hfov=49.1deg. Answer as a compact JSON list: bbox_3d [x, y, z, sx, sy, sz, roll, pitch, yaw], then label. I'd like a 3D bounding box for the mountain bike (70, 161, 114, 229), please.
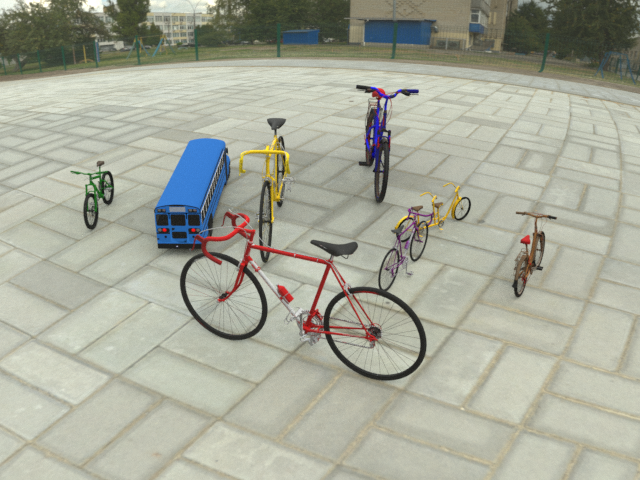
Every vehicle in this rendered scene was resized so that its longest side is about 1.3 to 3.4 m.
[{"bbox_3d":[-3.539,-0.795,11.159,0.573,0.868,1.469,0,28,1],"label":"mountain bike"}]

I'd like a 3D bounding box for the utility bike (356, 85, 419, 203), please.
[{"bbox_3d":[1.095,-1.890,12.194,1.039,1.839,2.791,-1,28,-2],"label":"utility bike"}]

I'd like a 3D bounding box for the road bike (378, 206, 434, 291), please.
[{"bbox_3d":[1.156,0.093,9.494,0.358,0.852,1.545,16,32,28],"label":"road bike"}]

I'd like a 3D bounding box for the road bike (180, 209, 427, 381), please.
[{"bbox_3d":[-0.277,0.614,7.644,3.004,1.656,0.697,12,30,21],"label":"road bike"}]

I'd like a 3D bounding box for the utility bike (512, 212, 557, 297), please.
[{"bbox_3d":[2.768,0.128,9.326,0.535,0.946,1.435,15,31,27],"label":"utility bike"}]

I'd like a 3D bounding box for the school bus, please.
[{"bbox_3d":[-1.974,-0.874,11.335,0.709,0.844,3.322,0,28,0],"label":"school bus"}]

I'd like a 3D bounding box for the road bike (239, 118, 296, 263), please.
[{"bbox_3d":[-0.702,-0.908,10.529,0.696,1.656,3.004,2,28,3],"label":"road bike"}]

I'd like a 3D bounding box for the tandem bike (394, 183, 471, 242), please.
[{"bbox_3d":[1.751,-0.444,10.693,1.642,0.682,0.283,-19,33,-32],"label":"tandem bike"}]
